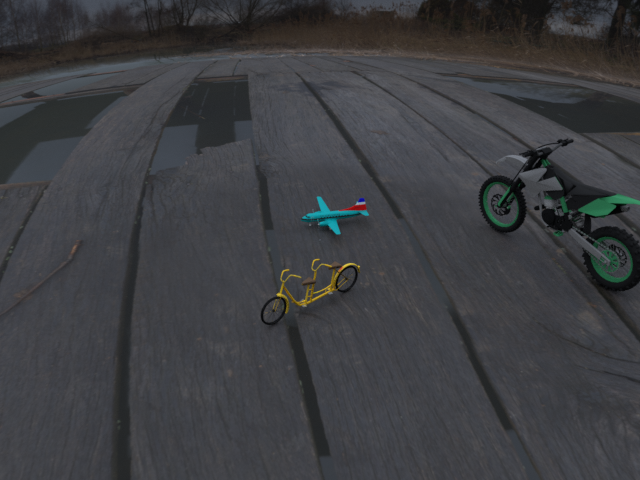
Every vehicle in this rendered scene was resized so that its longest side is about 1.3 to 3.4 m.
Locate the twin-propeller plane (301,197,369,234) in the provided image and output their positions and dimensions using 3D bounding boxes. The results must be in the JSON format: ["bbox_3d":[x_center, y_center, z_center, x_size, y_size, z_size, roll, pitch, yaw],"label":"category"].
[{"bbox_3d":[0.223,-0.444,11.206,1.095,0.407,1.370,-6,29,-11],"label":"twin-propeller plane"}]

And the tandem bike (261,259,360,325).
[{"bbox_3d":[-0.095,0.580,9.062,1.642,0.682,0.283,-21,35,-33],"label":"tandem bike"}]

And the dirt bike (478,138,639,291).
[{"bbox_3d":[3.372,-0.474,9.956,1.024,1.666,2.903,-18,34,-30],"label":"dirt bike"}]
